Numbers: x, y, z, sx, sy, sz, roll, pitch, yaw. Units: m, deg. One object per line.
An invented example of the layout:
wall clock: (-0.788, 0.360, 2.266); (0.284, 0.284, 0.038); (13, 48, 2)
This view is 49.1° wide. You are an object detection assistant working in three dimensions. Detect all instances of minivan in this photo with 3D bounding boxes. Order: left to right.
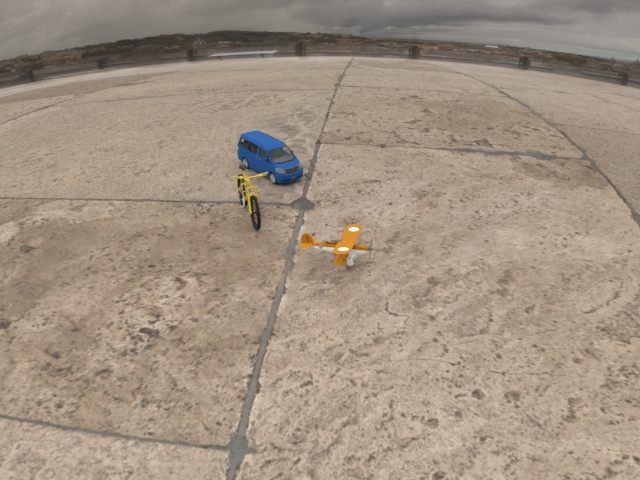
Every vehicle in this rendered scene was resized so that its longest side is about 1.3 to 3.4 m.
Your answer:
minivan: (-0.954, -1.580, 13.296); (0.681, 0.616, 1.548); (-20, 34, -33)

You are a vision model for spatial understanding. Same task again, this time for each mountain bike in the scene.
mountain bike: (-1.189, -0.778, 11.548); (0.573, 0.868, 1.469); (-9, 30, -16)

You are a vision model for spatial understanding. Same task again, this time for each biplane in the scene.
biplane: (0.254, 0.087, 10.329); (1.090, 0.504, 1.336); (6, 29, 11)
